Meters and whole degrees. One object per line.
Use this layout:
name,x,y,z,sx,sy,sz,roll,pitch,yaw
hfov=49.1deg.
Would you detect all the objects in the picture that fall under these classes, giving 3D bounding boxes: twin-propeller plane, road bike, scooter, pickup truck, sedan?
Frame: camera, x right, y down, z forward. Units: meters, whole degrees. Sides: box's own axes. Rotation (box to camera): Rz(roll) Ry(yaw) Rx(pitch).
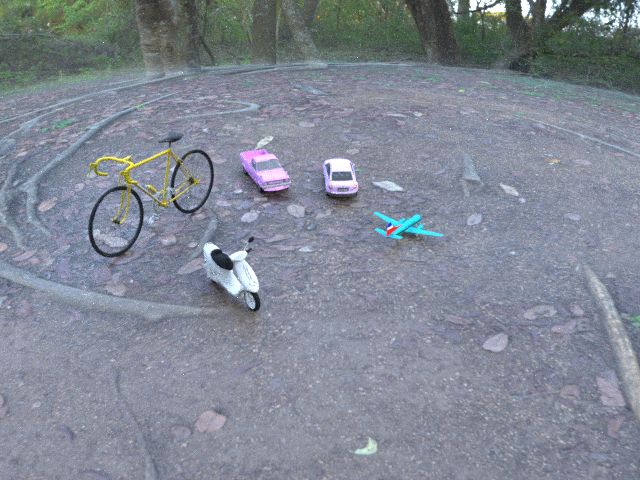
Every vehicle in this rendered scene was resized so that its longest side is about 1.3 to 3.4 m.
twin-propeller plane,1.427,-0.269,11.808,1.370,0.407,1.095,21,35,34
road bike,-2.728,-0.878,11.623,0.697,1.656,3.004,16,32,27
scooter,-1.288,0.390,10.038,0.662,0.919,1.399,-22,35,-34
pickup truck,-1.109,-1.437,13.875,0.640,0.511,1.603,-11,30,-20
sedan,0.385,-1.293,13.635,0.635,0.483,1.613,-2,28,-3
